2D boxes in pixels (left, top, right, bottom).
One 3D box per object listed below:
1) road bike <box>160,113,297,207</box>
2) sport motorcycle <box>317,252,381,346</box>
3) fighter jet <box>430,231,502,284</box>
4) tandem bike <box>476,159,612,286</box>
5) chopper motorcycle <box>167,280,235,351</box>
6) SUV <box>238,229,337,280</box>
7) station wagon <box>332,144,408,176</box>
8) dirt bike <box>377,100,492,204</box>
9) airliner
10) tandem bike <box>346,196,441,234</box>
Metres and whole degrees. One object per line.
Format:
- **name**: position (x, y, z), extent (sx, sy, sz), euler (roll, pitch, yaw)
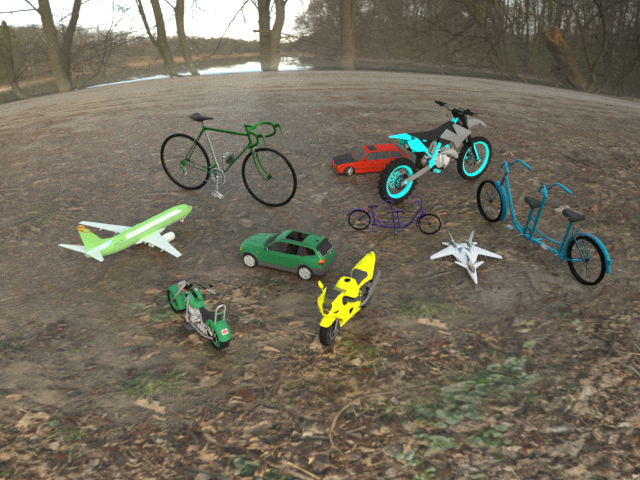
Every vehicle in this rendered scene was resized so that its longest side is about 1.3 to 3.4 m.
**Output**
- **road bike**: position (-1.775, -1.545, 13.100), extent (3.004, 1.656, 0.697), euler (12, 30, 22)
- **sport motorcycle**: position (0.383, 0.792, 9.533), extent (0.506, 0.821, 1.520), euler (14, 31, 25)
- **fighter jet**: position (2.349, 0.270, 11.107), extent (1.147, 0.286, 1.358), euler (0, 28, -1)
- **tandem bike**: position (3.514, -0.413, 11.291), extent (0.550, 1.326, 3.192), euler (-12, 30, -22)
- **chopper motorcycle**: position (-1.660, 0.892, 9.406), extent (0.466, 0.761, 1.563), euler (-20, 33, -33)
- **SUV**: position (-0.522, 0.149, 11.021), extent (1.572, 0.580, 0.656), euler (12, 30, 21)
- **station wagon**: position (1.039, -1.711, 14.692), extent (1.597, 0.473, 0.682), euler (-6, 28, -11)
- **dirt bike**: position (2.274, -1.703, 13.390), extent (2.903, 1.666, 1.024), euler (-18, 32, -30)
- **airliner**: position (-2.996, -0.304, 11.613), extent (2.257, 0.835, 2.541), euler (16, 32, 28)
- **tandem bike**: position (1.265, -0.437, 12.032), extent (1.642, 0.682, 0.283), euler (4, 28, 7)
